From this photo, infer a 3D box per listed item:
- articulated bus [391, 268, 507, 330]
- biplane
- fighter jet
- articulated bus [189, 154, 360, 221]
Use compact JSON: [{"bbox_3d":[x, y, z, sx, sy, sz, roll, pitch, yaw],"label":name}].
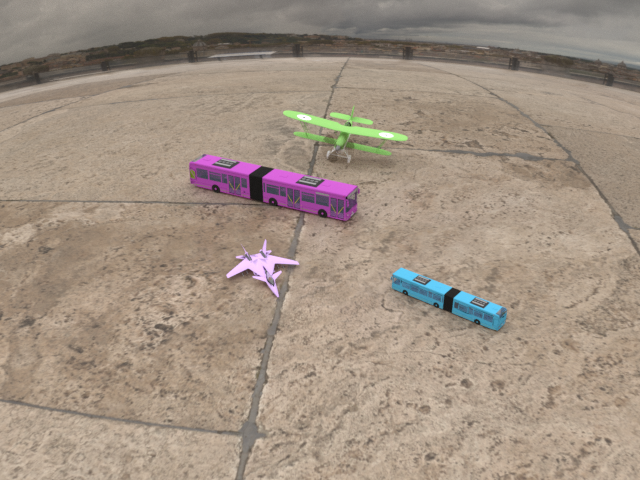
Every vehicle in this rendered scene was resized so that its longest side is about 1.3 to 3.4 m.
[{"bbox_3d":[1.802,0.824,9.991,1.749,0.289,0.311,21,36,33],"label":"articulated bus"},{"bbox_3d":[0.578,-2.262,14.800,2.598,0.981,2.120,5,30,9],"label":"biplane"},{"bbox_3d":[-0.838,0.444,10.673,1.147,0.286,1.358,-10,31,-18],"label":"fighter jet"},{"bbox_3d":[-0.899,-1.001,12.975,3.401,0.561,0.605,14,32,23],"label":"articulated bus"}]
